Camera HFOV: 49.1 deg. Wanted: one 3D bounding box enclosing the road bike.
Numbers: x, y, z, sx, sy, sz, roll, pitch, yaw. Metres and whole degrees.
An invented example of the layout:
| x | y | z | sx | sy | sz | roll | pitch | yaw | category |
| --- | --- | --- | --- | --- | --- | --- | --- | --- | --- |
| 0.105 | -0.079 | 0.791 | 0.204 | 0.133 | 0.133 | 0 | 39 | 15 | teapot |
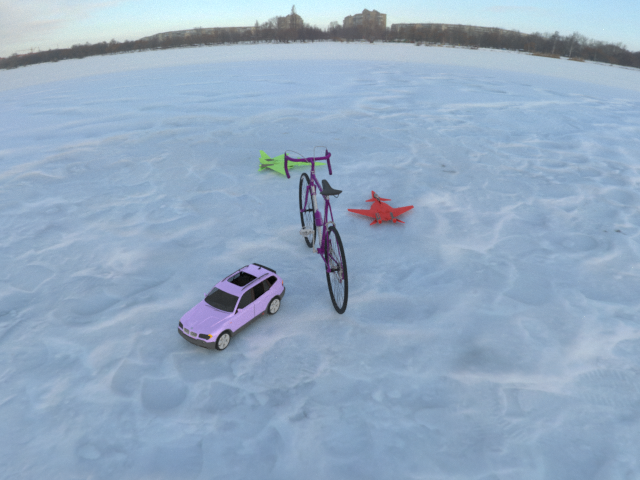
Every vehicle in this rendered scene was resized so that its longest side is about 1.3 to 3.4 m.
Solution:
| x | y | z | sx | sy | sz | roll | pitch | yaw | category |
| --- | --- | --- | --- | --- | --- | --- | --- | --- | --- |
| 0.006 | -0.250 | 9.810 | 0.696 | 1.656 | 3.004 | -6 | 28 | -11 | road bike |

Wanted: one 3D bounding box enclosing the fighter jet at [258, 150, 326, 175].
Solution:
| x | y | z | sx | sy | sz | roll | pitch | yaw | category |
| --- | --- | --- | --- | --- | --- | --- | --- | --- | --- |
| -0.536 | -1.563 | 13.752 | 1.358 | 0.286 | 1.147 | -1 | 28 | -2 | fighter jet |

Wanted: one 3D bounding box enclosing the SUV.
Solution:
| x | y | z | sx | sy | sz | roll | pitch | yaw | category |
| --- | --- | --- | --- | --- | --- | --- | --- | --- | --- |
| -1.111 | 0.810 | 8.958 | 0.656 | 0.580 | 1.572 | 19 | 33 | 32 | SUV |

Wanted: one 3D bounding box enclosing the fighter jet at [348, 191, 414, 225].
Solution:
| x | y | z | sx | sy | sz | roll | pitch | yaw | category |
| --- | --- | --- | --- | --- | --- | --- | --- | --- | --- |
| 1.027 | -0.656 | 12.039 | 1.147 | 0.286 | 1.358 | -3 | 28 | -6 | fighter jet |
